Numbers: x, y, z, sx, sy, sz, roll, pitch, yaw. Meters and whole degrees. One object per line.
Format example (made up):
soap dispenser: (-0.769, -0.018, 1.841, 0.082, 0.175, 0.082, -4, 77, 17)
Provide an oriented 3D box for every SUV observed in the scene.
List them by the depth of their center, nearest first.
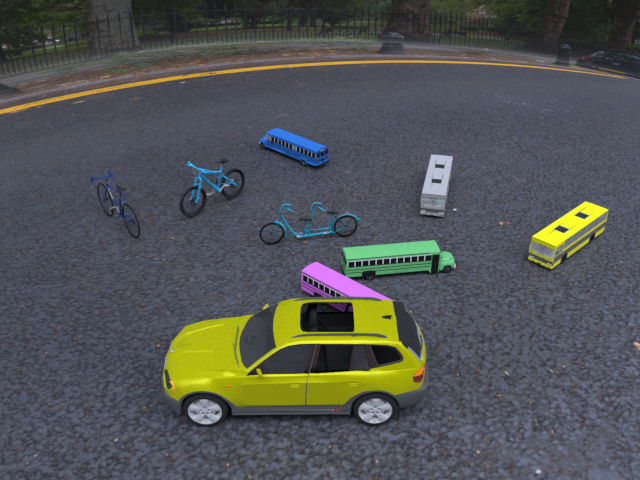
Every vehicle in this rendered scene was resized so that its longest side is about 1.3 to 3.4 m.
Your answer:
SUV: (-0.280, 1.311, 8.070, 3.058, 1.128, 1.276, 0, 31, 0)

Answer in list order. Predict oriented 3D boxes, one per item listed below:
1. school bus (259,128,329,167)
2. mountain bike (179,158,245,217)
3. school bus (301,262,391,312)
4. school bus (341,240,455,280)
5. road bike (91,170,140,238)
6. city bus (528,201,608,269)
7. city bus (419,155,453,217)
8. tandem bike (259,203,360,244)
school bus: (-0.559, -1.878, 14.073, 1.708, 0.434, 0.365, 26, 40, 36)
mountain bike: (-1.860, -0.966, 12.127, 0.573, 0.868, 1.469, 24, 39, 35)
school bus: (0.461, 0.826, 9.555, 1.708, 0.434, 0.365, 26, 39, 36)
school bus: (1.182, 0.290, 10.450, 1.708, 0.434, 0.365, -5, 31, -8)
road bike: (-3.352, -0.608, 11.545, 0.358, 0.852, 1.545, -23, 38, -33)
city bus: (3.926, -0.078, 11.040, 1.674, 0.460, 0.476, -26, 40, -37)
city bus: (2.098, -0.980, 12.548, 0.476, 0.460, 1.674, 7, 32, 11)
tandem bike: (-0.156, -0.284, 11.169, 1.642, 0.682, 0.283, -6, 31, -10)
